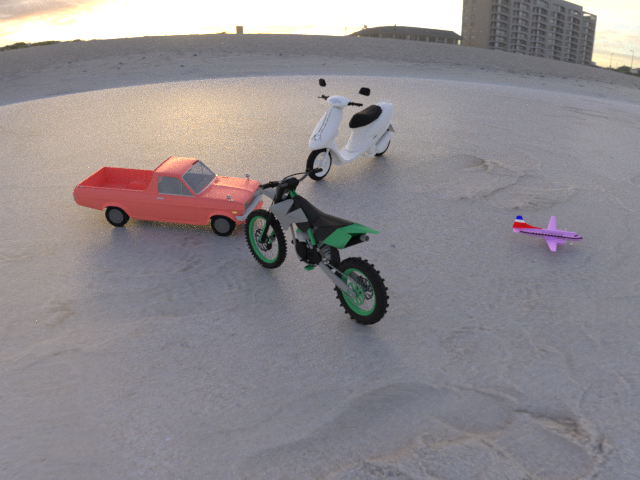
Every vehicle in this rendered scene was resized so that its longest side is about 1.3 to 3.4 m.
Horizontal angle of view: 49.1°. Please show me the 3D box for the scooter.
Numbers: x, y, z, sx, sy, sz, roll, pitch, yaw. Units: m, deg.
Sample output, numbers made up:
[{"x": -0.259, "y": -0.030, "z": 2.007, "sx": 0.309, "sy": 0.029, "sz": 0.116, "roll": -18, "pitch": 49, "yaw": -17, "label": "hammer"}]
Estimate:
[{"x": 0.662, "y": -2.327, "z": 14.100, "sx": 1.288, "sy": 1.786, "sz": 2.721, "roll": 21, "pitch": 33, "yaw": 37, "label": "scooter"}]

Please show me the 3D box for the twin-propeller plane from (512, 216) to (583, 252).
[{"x": 3.639, "y": -0.153, "z": 11.195, "sx": 1.095, "sy": 0.407, "sz": 1.370, "roll": 7, "pitch": 27, "yaw": 15, "label": "twin-propeller plane"}]

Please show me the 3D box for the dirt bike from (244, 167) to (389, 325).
[{"x": -0.156, "y": -0.011, "z": 9.459, "sx": 1.024, "sy": 1.666, "sz": 2.903, "roll": -21, "pitch": 33, "yaw": -37, "label": "dirt bike"}]

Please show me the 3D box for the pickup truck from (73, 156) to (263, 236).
[{"x": -2.562, "y": -0.845, "z": 11.952, "sx": 3.117, "sy": 0.993, "sz": 1.244, "roll": 5, "pitch": 26, "yaw": 11, "label": "pickup truck"}]
